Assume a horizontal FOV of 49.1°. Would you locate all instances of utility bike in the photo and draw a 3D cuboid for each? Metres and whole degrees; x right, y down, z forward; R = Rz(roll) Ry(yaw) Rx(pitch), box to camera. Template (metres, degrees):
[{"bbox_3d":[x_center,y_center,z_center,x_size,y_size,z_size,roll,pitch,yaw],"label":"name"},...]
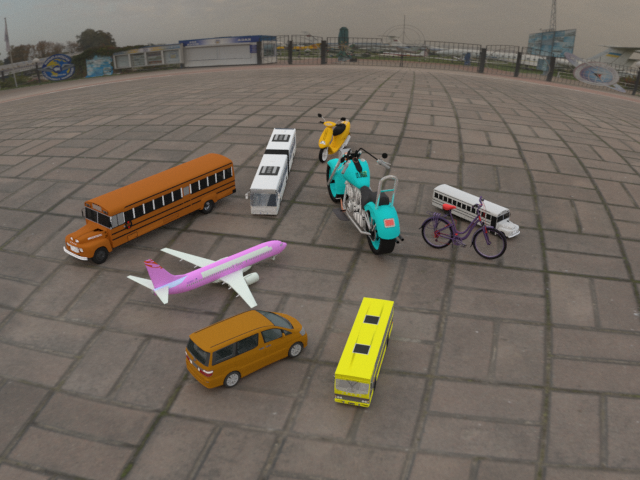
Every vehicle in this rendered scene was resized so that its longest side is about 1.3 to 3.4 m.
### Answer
[{"bbox_3d":[2.275,-0.239,11.093,1.435,0.946,0.535,13,30,22],"label":"utility bike"}]

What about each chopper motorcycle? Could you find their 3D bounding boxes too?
[{"bbox_3d":[0.652,-0.899,11.777,0.906,1.480,3.040,-8,29,-14],"label":"chopper motorcycle"}]

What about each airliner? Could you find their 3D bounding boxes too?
[{"bbox_3d":[-1.455,0.263,10.256,2.541,0.835,2.257,-24,36,-38],"label":"airliner"}]

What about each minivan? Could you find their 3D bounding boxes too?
[{"bbox_3d":[-0.872,1.247,8.617,1.548,0.616,0.681,-20,34,-33],"label":"minivan"}]

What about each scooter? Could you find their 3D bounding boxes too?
[{"bbox_3d":[0.316,-2.268,14.990,0.662,0.919,1.399,14,31,24],"label":"scooter"}]

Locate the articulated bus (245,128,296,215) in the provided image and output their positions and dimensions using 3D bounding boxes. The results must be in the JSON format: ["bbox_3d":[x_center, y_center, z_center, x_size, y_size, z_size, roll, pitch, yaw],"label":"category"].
[{"bbox_3d":[-0.880,-1.426,13.770,0.605,0.561,3.401,2,28,4],"label":"articulated bus"}]

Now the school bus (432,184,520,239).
[{"bbox_3d":[2.698,-0.500,12.141,0.365,0.434,1.708,-21,34,-35],"label":"school bus"}]

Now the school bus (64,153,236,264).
[{"bbox_3d":[-2.822,-0.598,11.887,0.709,0.844,3.322,20,34,33],"label":"school bus"}]

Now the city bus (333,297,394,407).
[{"bbox_3d":[0.565,1.346,8.594,0.476,0.460,1.674,7,28,13],"label":"city bus"}]
